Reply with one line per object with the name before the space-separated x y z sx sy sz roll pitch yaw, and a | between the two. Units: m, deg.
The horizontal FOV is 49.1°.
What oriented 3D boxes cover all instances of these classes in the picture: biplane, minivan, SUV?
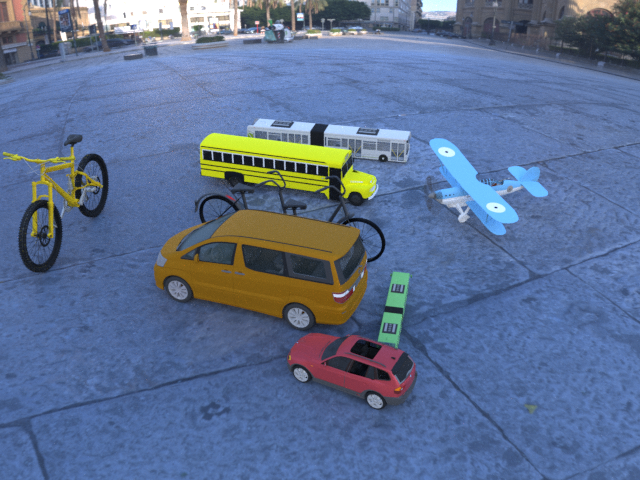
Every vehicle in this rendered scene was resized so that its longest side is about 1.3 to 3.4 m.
biplane | 2.814 -0.847 11.892 2.120 0.981 2.598 -9 31 -16
minivan | -0.871 0.278 9.714 3.011 1.197 1.324 11 32 18
SUV | 0.367 1.449 8.291 1.572 0.580 0.656 15 33 24

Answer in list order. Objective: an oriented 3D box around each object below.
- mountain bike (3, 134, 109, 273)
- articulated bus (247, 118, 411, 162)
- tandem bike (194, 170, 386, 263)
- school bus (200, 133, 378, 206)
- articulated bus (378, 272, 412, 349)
mountain bike | -4.017 -0.754 11.021 1.114 1.688 2.857 4 30 7
articulated bus | 0.183 -2.060 14.431 3.401 0.561 0.605 7 31 12
tandem bike | -0.524 -0.425 10.810 3.192 1.326 0.550 10 31 17
school bus | -0.571 -1.329 12.870 3.322 0.844 0.709 9 31 16
articulated bus | 0.995 0.988 9.388 0.311 0.289 1.749 6 30 10
